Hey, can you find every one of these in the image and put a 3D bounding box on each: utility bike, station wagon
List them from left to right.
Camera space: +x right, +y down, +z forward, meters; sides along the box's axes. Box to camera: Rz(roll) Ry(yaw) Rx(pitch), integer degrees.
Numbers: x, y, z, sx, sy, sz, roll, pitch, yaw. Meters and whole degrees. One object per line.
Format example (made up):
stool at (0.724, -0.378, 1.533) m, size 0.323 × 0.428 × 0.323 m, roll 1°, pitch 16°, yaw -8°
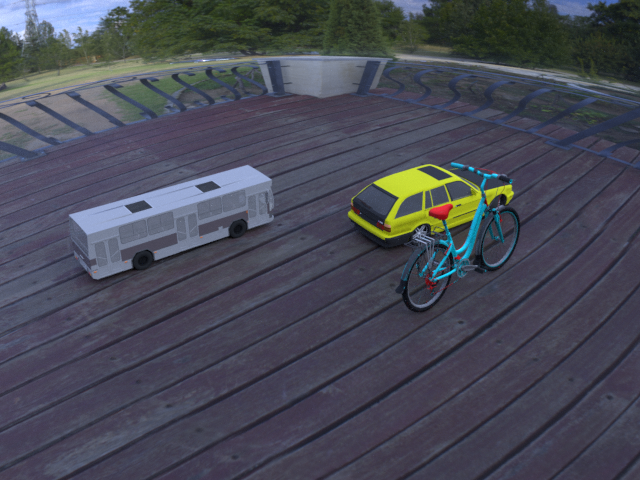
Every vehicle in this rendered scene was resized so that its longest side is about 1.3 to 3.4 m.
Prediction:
station wagon at (2.020, -0.782, 12.242) m, size 3.105 × 0.920 × 1.327 m, roll -18°, pitch 34°, yaw -29°
utility bike at (2.020, -0.111, 10.133) m, size 2.791 × 1.839 × 1.039 m, roll -23°, pitch 37°, yaw -35°

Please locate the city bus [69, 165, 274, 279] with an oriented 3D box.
city bus at (-2.326, -0.315, 11.448) m, size 3.255 × 0.894 × 0.926 m, roll -20°, pitch 35°, yaw -31°
